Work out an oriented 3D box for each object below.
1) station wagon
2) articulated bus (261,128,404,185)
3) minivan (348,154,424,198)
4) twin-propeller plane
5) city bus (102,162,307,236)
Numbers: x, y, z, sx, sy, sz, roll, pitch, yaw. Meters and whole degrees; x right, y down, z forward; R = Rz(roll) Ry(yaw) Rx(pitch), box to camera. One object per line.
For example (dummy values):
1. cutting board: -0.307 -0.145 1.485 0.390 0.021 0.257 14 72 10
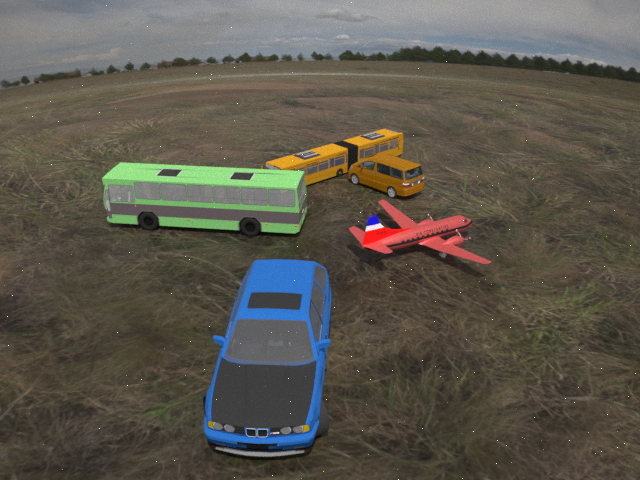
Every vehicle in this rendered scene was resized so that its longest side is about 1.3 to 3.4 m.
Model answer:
1. station wagon: -0.506 1.109 7.924 1.327 0.920 3.105 1 26 3
2. articulated bus: 0.354 -1.630 14.016 3.401 0.561 0.605 -21 33 -37
3. minivan: 1.220 -1.270 13.207 0.681 0.616 1.548 -22 34 -38
4. twin-propeller plane: 1.540 -0.185 10.755 2.129 0.792 2.663 -14 29 -27
5. city bus: -1.886 -0.673 11.649 3.255 0.894 0.926 3 26 7
